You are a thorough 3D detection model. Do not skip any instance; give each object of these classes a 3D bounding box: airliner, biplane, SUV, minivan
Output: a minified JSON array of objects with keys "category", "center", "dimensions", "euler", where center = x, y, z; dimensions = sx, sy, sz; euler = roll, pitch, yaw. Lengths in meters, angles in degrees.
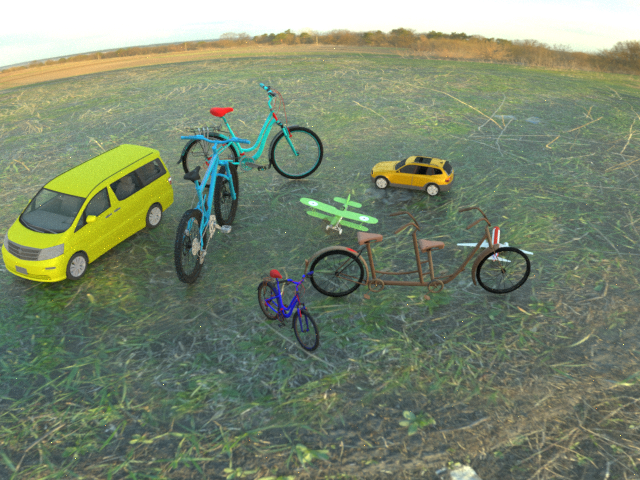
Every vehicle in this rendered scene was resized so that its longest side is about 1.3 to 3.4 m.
[{"category":"airliner","center":[2.771,-0.011,11.034],"dimensions":[1.161,0.429,1.307],"euler":[7,30,13]},{"category":"biplane","center":[0.359,-0.435,11.725],"dimensions":[1.336,0.504,1.090],"euler":[9,30,16]},{"category":"SUV","center":[1.736,-1.269,13.156],"dimensions":[1.572,0.580,0.656],"euler":[10,30,17]},{"category":"minivan","center":[-3.637,-0.490,11.108],"dimensions":[1.324,1.197,3.011],"euler":[13,32,23]}]

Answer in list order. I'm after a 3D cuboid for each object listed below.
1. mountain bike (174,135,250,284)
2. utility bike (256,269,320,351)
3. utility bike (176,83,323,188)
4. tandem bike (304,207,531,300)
[{"category":"mountain bike","center":[-1.709,-0.594,10.788],"dimensions":[1.114,1.688,2.857],"euler":[5,29,9]},{"category":"utility bike","center":[-0.402,0.779,9.070],"dimensions":[0.535,0.946,1.435],"euler":[-20,35,-32]},{"category":"utility bike","center":[-1.316,-1.950,13.087],"dimensions":[2.791,1.839,1.039],"euler":[-7,30,-12]},{"category":"tandem bike","center":[1.372,0.214,9.701],"dimensions":[3.192,1.326,0.550],"euler":[-1,29,-1]}]
